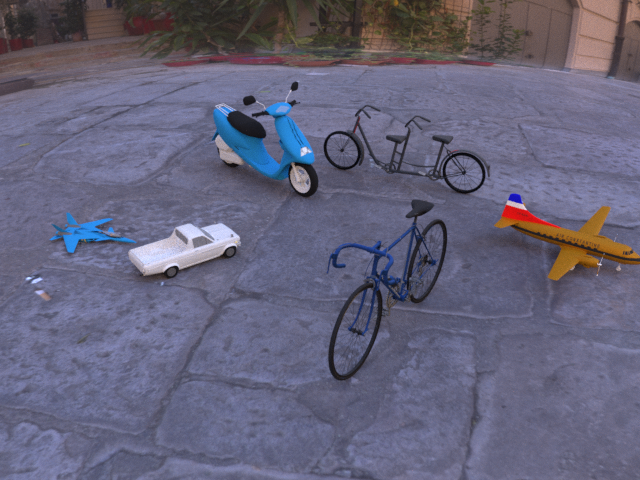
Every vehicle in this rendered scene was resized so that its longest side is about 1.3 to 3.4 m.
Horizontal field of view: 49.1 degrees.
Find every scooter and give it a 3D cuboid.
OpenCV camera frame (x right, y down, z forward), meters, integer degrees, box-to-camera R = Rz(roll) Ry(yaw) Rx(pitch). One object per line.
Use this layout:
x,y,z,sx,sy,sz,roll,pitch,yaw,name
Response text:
-1.046,-1.902,12.550,2.721,1.786,1.288,24,37,36,scooter

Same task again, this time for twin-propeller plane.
3.698,-0.109,10.354,2.129,0.792,2.663,19,34,30,twin-propeller plane

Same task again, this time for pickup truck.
-1.971,0.094,10.279,1.603,0.511,0.640,-20,35,-31,pickup truck

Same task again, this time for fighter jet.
-3.477,-0.130,10.911,1.358,0.286,1.147,8,30,14,fighter jet

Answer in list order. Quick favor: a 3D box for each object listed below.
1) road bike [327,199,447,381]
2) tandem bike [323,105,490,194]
0.921,0.444,8.474,0.696,1.656,3.004,18,34,29,road bike
1.500,-1.658,12.585,3.192,1.326,0.550,13,32,23,tandem bike
